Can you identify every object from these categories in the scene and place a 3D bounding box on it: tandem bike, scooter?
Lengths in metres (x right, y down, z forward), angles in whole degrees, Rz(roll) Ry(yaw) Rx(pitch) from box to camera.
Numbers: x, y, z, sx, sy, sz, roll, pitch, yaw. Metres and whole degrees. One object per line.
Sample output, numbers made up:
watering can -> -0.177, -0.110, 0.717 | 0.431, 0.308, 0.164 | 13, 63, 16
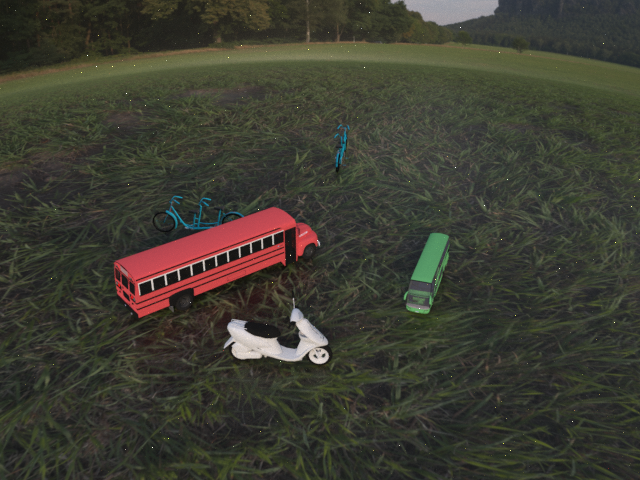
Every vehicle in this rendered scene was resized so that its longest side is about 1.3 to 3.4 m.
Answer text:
tandem bike -> 0.462, -1.994, 14.912 | 0.283, 0.682, 1.642 | 4, 29, 8
tandem bike -> -2.078, -0.417, 12.027 | 1.642, 0.682, 0.283 | 1, 29, 2
scooter -> -0.535, 1.183, 8.855 | 1.399, 0.919, 0.662 | 3, 29, 5

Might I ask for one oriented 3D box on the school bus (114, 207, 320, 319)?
school bus -> -1.433, 0.241, 10.655 | 3.322, 0.844, 0.709 | -21, 35, -34

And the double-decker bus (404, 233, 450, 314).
double-decker bus -> 1.635, 0.493, 10.510 | 0.389, 0.541, 1.672 | 9, 30, 17
